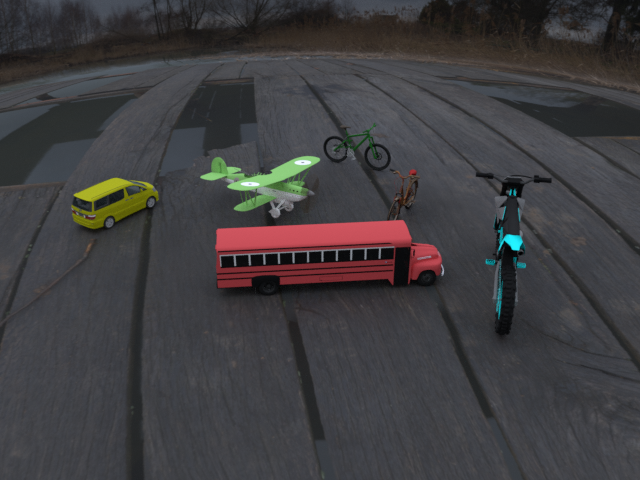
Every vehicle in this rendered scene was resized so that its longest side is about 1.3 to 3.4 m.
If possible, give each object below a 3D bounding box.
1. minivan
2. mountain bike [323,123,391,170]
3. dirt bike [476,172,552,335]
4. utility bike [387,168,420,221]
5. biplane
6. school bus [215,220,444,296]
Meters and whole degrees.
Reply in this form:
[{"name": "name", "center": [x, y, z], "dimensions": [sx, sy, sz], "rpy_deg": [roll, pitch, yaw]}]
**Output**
[{"name": "minivan", "center": [-3.521, -0.718, 12.123], "dimensions": [0.681, 0.616, 1.548], "rpy_deg": [19, 34, 30]}, {"name": "mountain bike", "center": [0.728, -1.874, 13.926], "dimensions": [1.469, 0.868, 0.573], "rpy_deg": [14, 32, 23]}, {"name": "dirt bike", "center": [2.614, -0.023, 9.808], "dimensions": [1.024, 1.666, 2.903], "rpy_deg": [6, 30, 10]}, {"name": "utility bike", "center": [1.480, -0.795, 11.923], "dimensions": [0.535, 0.946, 1.435], "rpy_deg": [14, 32, 23]}, {"name": "biplane", "center": [-1.008, -0.993, 12.240], "dimensions": [2.120, 0.981, 2.598], "rpy_deg": [15, 32, 24]}, {"name": "school bus", "center": [0.157, 0.228, 10.202], "dimensions": [3.322, 0.844, 0.709], "rpy_deg": [-3, 29, -5]}]
